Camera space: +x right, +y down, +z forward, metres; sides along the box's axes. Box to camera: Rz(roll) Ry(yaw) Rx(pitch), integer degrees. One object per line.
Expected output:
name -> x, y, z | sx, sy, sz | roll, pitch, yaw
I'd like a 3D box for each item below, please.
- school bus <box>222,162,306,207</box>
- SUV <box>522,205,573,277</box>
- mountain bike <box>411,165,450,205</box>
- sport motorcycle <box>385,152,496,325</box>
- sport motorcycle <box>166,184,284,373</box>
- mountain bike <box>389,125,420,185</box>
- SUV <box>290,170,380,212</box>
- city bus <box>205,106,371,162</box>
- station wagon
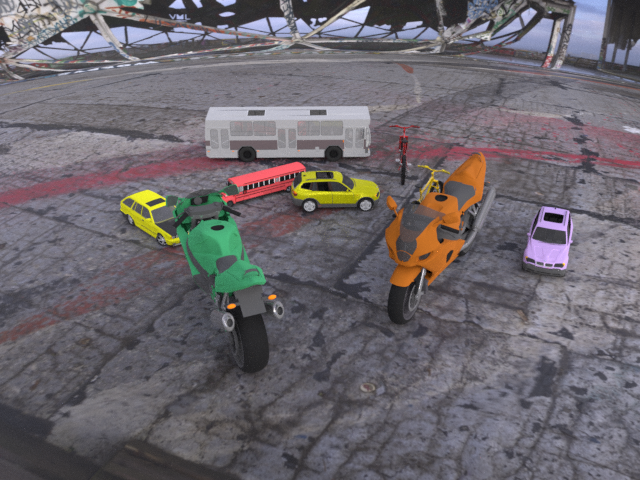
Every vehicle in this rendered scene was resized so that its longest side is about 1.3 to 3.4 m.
school bus -> -1.055, -0.995, 12.530 | 1.708, 0.434, 0.365 | -17, 34, -28
SUV -> 3.491, -0.016, 10.653 | 0.656, 0.580, 1.572 | 11, 31, 18
mountain bike -> 1.735, -0.686, 11.544 | 0.573, 0.868, 1.469 | 17, 34, 28
sport motorcycle -> 1.660, -0.081, 9.737 | 0.983, 1.596, 2.955 | 16, 33, 26
sport motorcycle -> -1.245, 0.387, 8.910 | 0.983, 1.596, 2.955 | -12, 32, -20
mountain bike -> 1.581, -1.652, 13.249 | 0.573, 0.868, 1.469 | 2, 30, 4
SUV -> 0.264, -0.881, 12.180 | 1.572, 0.580, 0.656 | -1, 30, -2
city bus -> -0.631, -2.130, 14.067 | 3.255, 0.894, 0.926 | -1, 30, -1
station wagon -> -2.639, -0.400, 11.439 | 0.682, 0.473, 1.597 | -25, 38, -37
